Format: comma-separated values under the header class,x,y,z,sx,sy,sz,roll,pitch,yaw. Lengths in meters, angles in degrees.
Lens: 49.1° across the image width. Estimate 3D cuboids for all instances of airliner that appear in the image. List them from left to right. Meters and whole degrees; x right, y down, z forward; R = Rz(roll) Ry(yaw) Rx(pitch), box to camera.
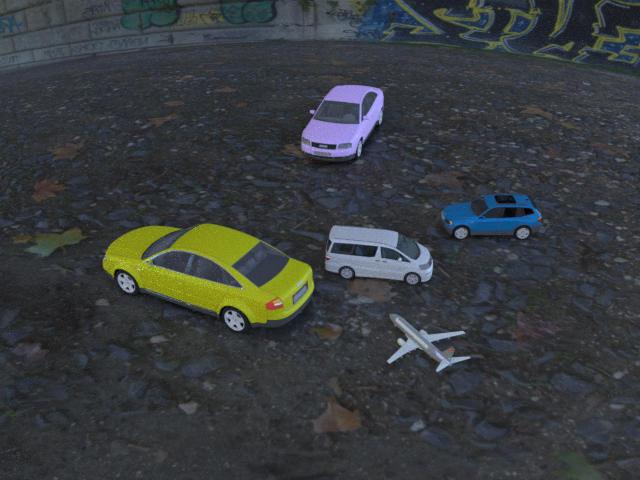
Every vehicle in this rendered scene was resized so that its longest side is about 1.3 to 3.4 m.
class,x,y,z,sx,sy,sz,roll,pitch,yaw
airliner,1.242,1.163,8.648,1.161,0.429,1.307,-16,34,-25

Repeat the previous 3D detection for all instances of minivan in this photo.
class,x,y,z,sx,sy,sz,roll,pitch,yaw
minivan,0.858,0.196,10.092,1.548,0.616,0.681,5,31,8

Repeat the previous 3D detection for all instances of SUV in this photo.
class,x,y,z,sx,sy,sz,roll,pitch,yaw
SUV,2.722,-0.404,11.137,1.572,0.580,0.656,0,31,0

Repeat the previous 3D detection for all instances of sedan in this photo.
class,x,y,z,sx,sy,sz,roll,pitch,yaw
sedan,-1.594,0.326,9.556,3.137,0.940,1.235,15,34,24
sedan,0.504,-2.544,14.390,1.235,0.940,3.137,9,32,15
